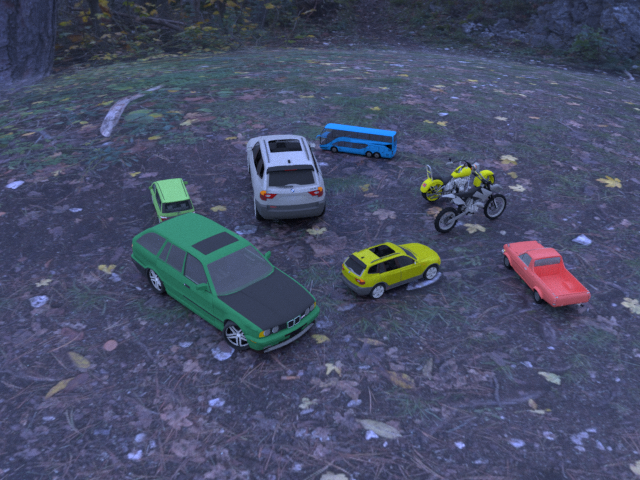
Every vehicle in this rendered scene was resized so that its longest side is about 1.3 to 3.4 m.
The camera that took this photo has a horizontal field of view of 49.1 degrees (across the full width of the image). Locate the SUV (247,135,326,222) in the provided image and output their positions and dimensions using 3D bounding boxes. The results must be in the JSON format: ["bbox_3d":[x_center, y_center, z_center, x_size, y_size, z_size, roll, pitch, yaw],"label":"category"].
[{"bbox_3d":[-0.660,-1.350,12.699,1.276,1.128,3.058,-4,30,-8],"label":"SUV"}]

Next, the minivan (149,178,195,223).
[{"bbox_3d":[-2.567,-0.718,12.109,0.681,0.616,1.548,-10,31,-17],"label":"minivan"}]

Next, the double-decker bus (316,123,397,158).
[{"bbox_3d":[0.761,-2.064,14.541,1.672,0.541,0.389,10,31,17],"label":"double-decker bus"}]

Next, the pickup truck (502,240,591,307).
[{"bbox_3d":[3.261,0.437,10.192,0.640,0.511,1.603,-7,30,-11],"label":"pickup truck"}]

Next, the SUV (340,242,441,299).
[{"bbox_3d":[1.057,0.346,10.281,1.572,0.580,0.656,-17,34,-27],"label":"SUV"}]

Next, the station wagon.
[{"bbox_3d":[-1.383,0.452,9.754,1.327,0.920,3.105,-26,39,-38],"label":"station wagon"}]

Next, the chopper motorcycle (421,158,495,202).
[{"bbox_3d":[2.522,-1.127,12.679,1.563,0.761,0.466,-13,32,-22],"label":"chopper motorcycle"}]

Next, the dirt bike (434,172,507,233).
[{"bbox_3d":[2.543,-0.619,11.693,1.493,0.857,0.527,-15,33,-24],"label":"dirt bike"}]
